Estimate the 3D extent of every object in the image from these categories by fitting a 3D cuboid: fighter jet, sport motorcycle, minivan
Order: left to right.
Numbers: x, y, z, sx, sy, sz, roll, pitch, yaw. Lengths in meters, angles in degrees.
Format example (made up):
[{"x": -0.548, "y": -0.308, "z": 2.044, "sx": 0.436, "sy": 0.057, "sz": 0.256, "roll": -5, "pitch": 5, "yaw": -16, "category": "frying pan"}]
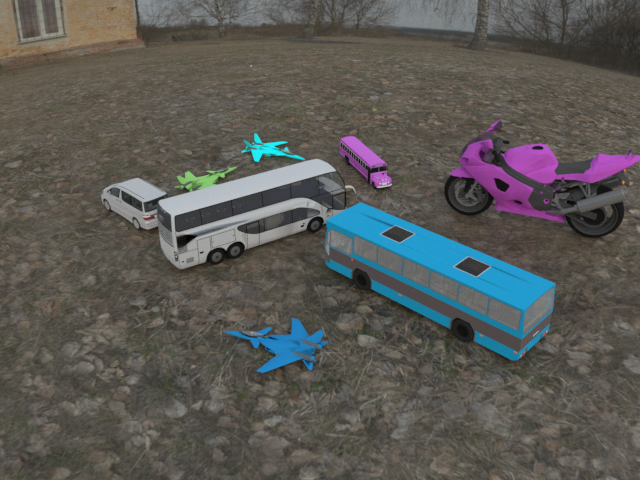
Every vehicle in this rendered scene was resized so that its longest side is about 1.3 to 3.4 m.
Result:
[{"x": -3.155, "y": -0.698, "z": 11.962, "sx": 0.681, "sy": 0.616, "sz": 1.548, "roll": -27, "pitch": 40, "yaw": -37, "category": "minivan"}, {"x": -2.048, "y": -1.228, "z": 13.181, "sx": 1.147, "sy": 0.286, "sz": 1.358, "roll": 22, "pitch": 37, "yaw": 33, "category": "fighter jet"}, {"x": -0.628, "y": 1.255, "z": 8.984, "sx": 1.358, "sy": 0.286, "sz": 1.147, "roll": 11, "pitch": 32, "yaw": 18, "category": "fighter jet"}, {"x": -0.891, "y": -1.847, "z": 14.227, "sx": 1.358, "sy": 0.286, "sz": 1.147, "roll": 16, "pitch": 34, "yaw": 25, "category": "fighter jet"}, {"x": 3.522, "y": -0.944, "z": 11.415, "sx": 2.955, "sy": 1.596, "sz": 0.983, "roll": 11, "pitch": 32, "yaw": 18, "category": "sport motorcycle"}]

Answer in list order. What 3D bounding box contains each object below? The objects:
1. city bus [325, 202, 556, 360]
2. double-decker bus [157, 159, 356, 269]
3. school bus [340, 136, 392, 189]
[{"x": 1.518, "y": 0.508, "z": 9.651, "sx": 3.255, "sy": 0.894, "sz": 0.926, "roll": 26, "pitch": 39, "yaw": 36, "category": "city bus"}, {"x": -0.959, "y": -0.476, "z": 11.159, "sx": 3.251, "sy": 1.052, "sz": 0.756, "roll": -18, "pitch": 35, "yaw": -28, "category": "double-decker bus"}, {"x": 0.875, "y": -1.496, "z": 13.489, "sx": 0.365, "sy": 0.434, "sz": 1.708, "roll": -12, "pitch": 33, "yaw": -19, "category": "school bus"}]
